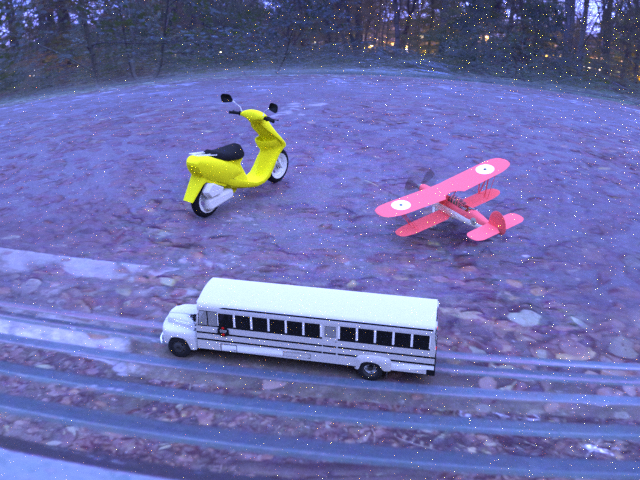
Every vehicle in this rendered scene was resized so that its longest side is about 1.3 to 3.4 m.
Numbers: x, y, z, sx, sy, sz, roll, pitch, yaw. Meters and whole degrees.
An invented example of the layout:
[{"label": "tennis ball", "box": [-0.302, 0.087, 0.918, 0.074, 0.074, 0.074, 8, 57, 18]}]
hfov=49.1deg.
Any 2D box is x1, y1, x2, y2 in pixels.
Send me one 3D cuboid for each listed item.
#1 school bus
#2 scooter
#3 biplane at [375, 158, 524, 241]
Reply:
[{"label": "school bus", "box": [-0.279, 1.015, 8.300, 3.322, 0.844, 0.709, 5, 27, 10]}, {"label": "scooter", "box": [-1.418, -1.554, 12.383, 1.288, 1.786, 2.721, 17, 31, 31]}, {"label": "biplane", "box": [2.171, -0.493, 11.162, 2.598, 0.981, 2.120, -15, 30, -27]}]
